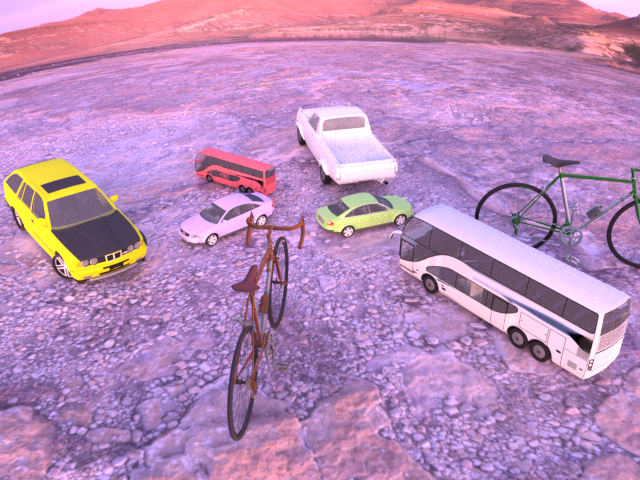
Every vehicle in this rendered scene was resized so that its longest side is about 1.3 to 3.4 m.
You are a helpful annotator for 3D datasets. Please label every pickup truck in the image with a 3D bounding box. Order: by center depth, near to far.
[{"bbox_3d":[0.416,-1.885,13.006,1.244,0.993,3.117,-8,31,-13],"label":"pickup truck"}]

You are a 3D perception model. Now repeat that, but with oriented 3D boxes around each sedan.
[{"bbox_3d":[-1.457,-0.386,10.964,1.613,0.483,0.635,-24,38,-34],"label":"sedan"},{"bbox_3d":[0.732,-0.473,11.111,1.613,0.483,0.635,-12,33,-20],"label":"sedan"}]

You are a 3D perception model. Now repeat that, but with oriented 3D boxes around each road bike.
[{"bbox_3d":[-0.648,0.782,7.828,0.696,1.656,3.004,4,31,7],"label":"road bike"},{"bbox_3d":[3.732,-0.410,9.850,3.004,1.656,0.697,7,31,11],"label":"road bike"}]

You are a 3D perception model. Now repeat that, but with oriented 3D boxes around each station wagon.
[{"bbox_3d":[-3.775,-0.422,10.595,1.327,0.920,3.105,-22,37,-33],"label":"station wagon"}]

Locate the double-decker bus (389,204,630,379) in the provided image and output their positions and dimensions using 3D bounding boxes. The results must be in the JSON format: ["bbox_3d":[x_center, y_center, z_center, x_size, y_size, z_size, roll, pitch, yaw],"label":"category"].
[{"bbox_3d":[2.261,0.507,8.888,0.756,1.052,3.251,-22,37,-32],"label":"double-decker bus"}]

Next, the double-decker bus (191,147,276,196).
[{"bbox_3d":[-1.523,-1.213,12.310,1.672,0.541,0.389,19,35,28],"label":"double-decker bus"}]
